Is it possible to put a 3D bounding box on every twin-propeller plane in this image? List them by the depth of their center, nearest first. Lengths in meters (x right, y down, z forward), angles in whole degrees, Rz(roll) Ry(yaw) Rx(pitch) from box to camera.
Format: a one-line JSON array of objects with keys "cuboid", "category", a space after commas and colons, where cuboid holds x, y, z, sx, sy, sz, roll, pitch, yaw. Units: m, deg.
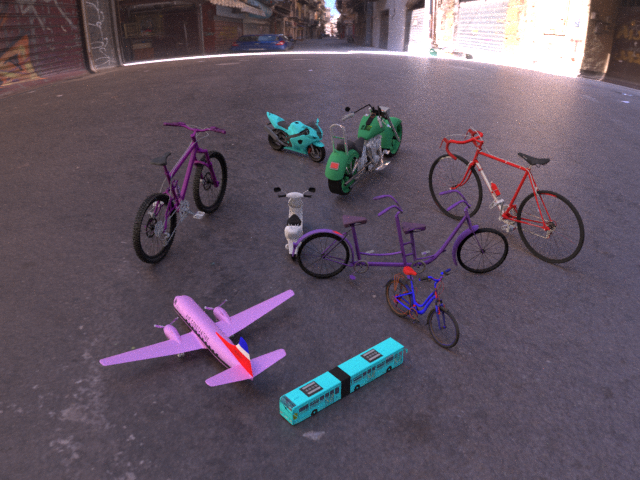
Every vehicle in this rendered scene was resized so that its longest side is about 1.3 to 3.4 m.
[{"cuboid": [-1.356, 1.094, 8.660, 2.663, 0.792, 2.129, -19, 34, -29], "category": "twin-propeller plane"}]

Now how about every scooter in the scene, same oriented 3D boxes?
[{"cuboid": [-0.400, -0.345, 11.070, 0.662, 0.919, 1.399, 0, 30, 0], "category": "scooter"}]

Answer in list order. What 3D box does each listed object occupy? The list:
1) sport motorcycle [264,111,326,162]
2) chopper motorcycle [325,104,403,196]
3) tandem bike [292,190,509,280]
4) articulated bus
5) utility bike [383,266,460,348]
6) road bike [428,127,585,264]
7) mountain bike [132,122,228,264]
[{"cuboid": [-0.496, -2.108, 14.281, 1.520, 0.821, 0.506, 21, 36, 32], "category": "sport motorcycle"}, {"cuboid": [0.922, -1.914, 13.271, 0.906, 1.480, 3.040, 14, 33, 24], "category": "chopper motorcycle"}, {"cuboid": [1.185, -0.041, 10.120, 3.192, 1.326, 0.550, -1, 30, -3], "category": "tandem bike"}, {"cuboid": [0.299, 1.631, 8.222, 1.749, 0.289, 0.311, -22, 36, -33], "category": "articulated bus"}, {"cuboid": [1.345, 0.742, 9.123, 0.535, 0.946, 1.435, -20, 35, -31], "category": "utility bike"}, {"cuboid": [2.862, -0.755, 11.047, 0.697, 1.656, 3.004, -23, 37, -34], "category": "road bike"}, {"cuboid": [-2.178, -0.846, 11.174, 1.114, 1.688, 2.857, 10, 31, 17], "category": "mountain bike"}]
